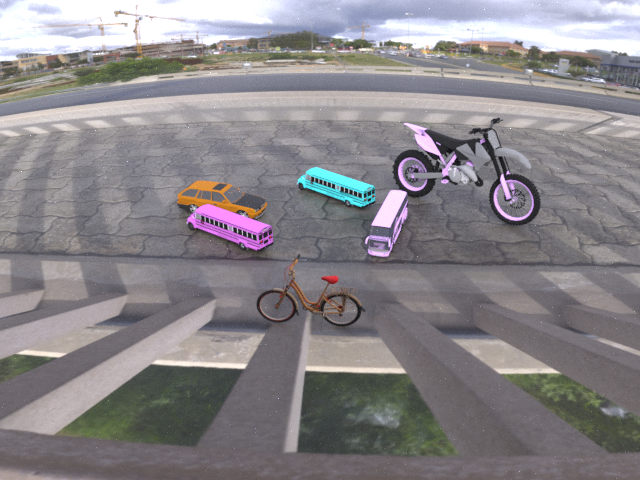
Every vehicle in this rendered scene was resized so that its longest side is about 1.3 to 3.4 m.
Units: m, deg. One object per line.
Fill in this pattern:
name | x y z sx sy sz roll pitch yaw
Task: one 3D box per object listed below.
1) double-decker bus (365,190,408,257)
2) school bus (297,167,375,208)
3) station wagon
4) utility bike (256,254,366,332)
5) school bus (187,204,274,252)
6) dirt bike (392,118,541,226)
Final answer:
double-decker bus | 1.125 -0.272 11.470 0.389 0.541 1.672 8 27 15
school bus | 0.265 -0.996 13.041 1.708 0.434 0.365 22 34 37
station wagon | -1.735 -0.729 12.462 1.597 0.473 0.682 9 28 17
utility bike | -0.127 0.731 9.002 1.435 0.946 0.535 3 27 5
school bus | -1.520 -0.225 11.494 1.708 0.434 0.365 19 32 33
dirt bike | 2.527 -1.293 12.256 2.903 1.666 1.024 20 33 35
